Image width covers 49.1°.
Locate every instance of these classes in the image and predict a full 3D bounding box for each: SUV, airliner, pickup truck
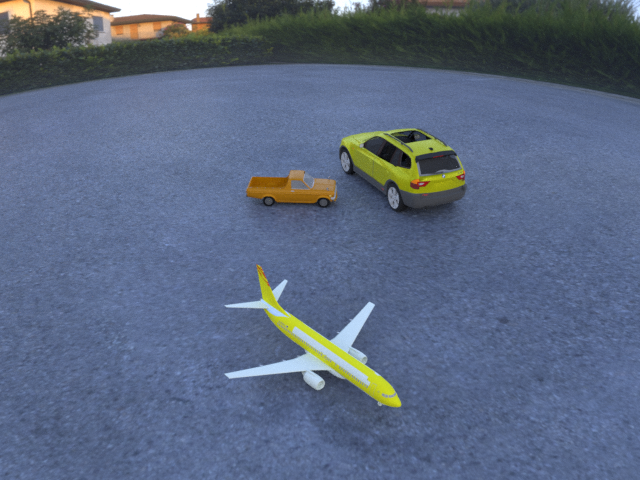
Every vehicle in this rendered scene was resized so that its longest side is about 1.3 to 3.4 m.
[{"bbox_3d":[1.438,-1.488,12.763,1.276,1.128,3.058,-12,30,-21],"label":"SUV"},{"bbox_3d":[0.012,1.093,8.091,2.257,0.835,2.541,-22,34,-36],"label":"airliner"},{"bbox_3d":[-0.490,-0.936,12.368,1.603,0.511,0.640,2,27,3],"label":"pickup truck"}]
